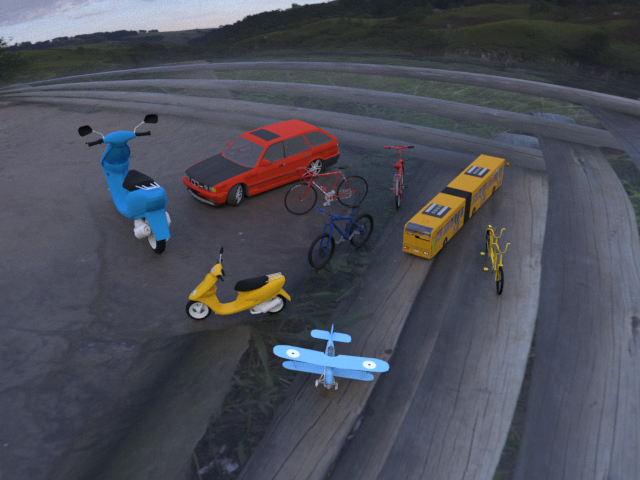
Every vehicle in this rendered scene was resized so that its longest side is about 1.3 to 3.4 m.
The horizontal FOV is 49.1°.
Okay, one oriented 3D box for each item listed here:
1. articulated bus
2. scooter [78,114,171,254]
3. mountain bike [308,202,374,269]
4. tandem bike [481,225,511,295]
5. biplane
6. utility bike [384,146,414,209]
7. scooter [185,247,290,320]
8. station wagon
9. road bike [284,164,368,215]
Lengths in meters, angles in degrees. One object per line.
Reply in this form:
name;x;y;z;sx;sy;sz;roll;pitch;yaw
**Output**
articulated bus;2.363;-0.649;11.922;0.605;0.561;3.401;17;33;27
scooter;-3.030;-0.988;11.269;1.288;1.786;2.721;-16;33;-27
mountain bike;0.339;-0.131;10.671;0.573;0.868;1.469;25;37;37
tandem bike;2.591;0.158;10.344;0.283;0.682;1.642;2;29;4
biplane;0.139;1.409;8.271;1.336;0.504;1.090;1;29;2
utility bike;1.375;-1.184;12.489;0.535;0.946;1.435;5;29;9
scooter;-1.095;0.628;9.253;1.399;0.919;0.662;-4;29;-7
station wagon;-1.079;-1.539;13.155;3.105;0.920;1.327;-24;37;-36
road bike;0.121;-0.888;12.053;1.545;0.852;0.358;-10;31;-17
